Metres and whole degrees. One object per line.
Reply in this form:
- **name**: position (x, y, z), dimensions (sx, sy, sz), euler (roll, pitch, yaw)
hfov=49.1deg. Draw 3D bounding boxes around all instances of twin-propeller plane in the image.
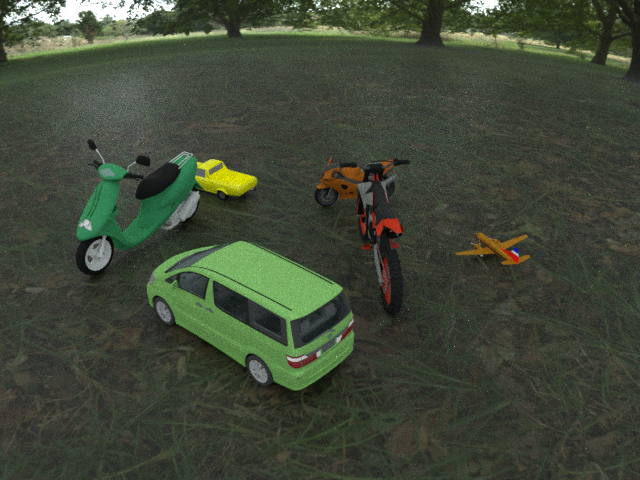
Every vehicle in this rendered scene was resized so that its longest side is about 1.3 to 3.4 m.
- **twin-propeller plane**: position (2.745, 0.089, 10.904), dimensions (1.370, 0.407, 1.095), euler (-13, 33, -21)

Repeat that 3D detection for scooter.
- **scooter**: position (-2.800, -0.713, 10.910), dimensions (1.288, 1.786, 2.721), euler (18, 35, 28)

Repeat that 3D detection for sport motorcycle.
- **sport motorcycle**: position (0.640, -1.037, 12.424), dimensions (1.520, 0.821, 0.506), euler (-7, 31, -12)

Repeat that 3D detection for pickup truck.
- **pickup truck**: position (-1.954, -1.172, 12.962), dimensions (1.603, 0.511, 0.640), euler (17, 34, 27)

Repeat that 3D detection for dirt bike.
- **dirt bike**: position (0.836, -0.265, 10.262), dimensions (1.024, 1.666, 2.903), euler (-3, 30, -6)

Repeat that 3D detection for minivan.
- **minivan**: position (-1.002, 0.742, 9.001), dimensions (3.011, 1.197, 1.324), euler (24, 38, 35)
